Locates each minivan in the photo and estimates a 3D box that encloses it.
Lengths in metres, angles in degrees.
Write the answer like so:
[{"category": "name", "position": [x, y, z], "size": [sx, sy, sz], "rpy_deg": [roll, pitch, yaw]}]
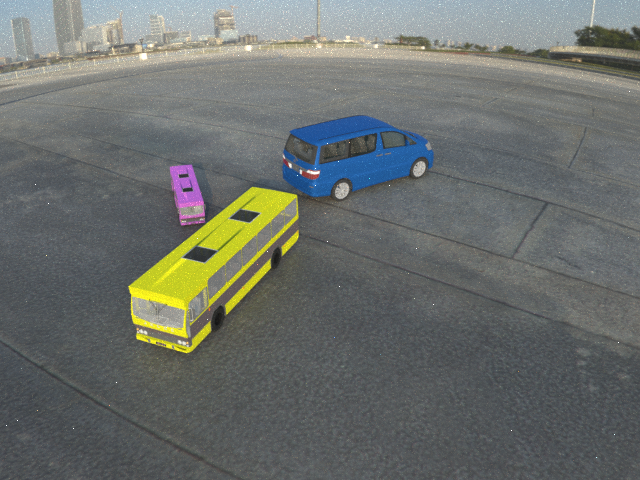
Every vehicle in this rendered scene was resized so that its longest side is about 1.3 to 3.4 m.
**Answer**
[{"category": "minivan", "position": [0.788, -1.666, 13.174], "size": [3.011, 1.197, 1.324], "rpy_deg": [-18, 33, -29]}]

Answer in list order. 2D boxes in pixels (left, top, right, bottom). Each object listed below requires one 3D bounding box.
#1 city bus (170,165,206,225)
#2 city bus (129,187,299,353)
[{"category": "city bus", "position": [-2.348, -0.798, 12.344], "size": [0.476, 0.460, 1.674], "rpy_deg": [-8, 29, -14]}, {"category": "city bus", "position": [-1.333, 0.317, 9.831], "size": [0.926, 0.894, 3.255], "rpy_deg": [11, 30, 20]}]
